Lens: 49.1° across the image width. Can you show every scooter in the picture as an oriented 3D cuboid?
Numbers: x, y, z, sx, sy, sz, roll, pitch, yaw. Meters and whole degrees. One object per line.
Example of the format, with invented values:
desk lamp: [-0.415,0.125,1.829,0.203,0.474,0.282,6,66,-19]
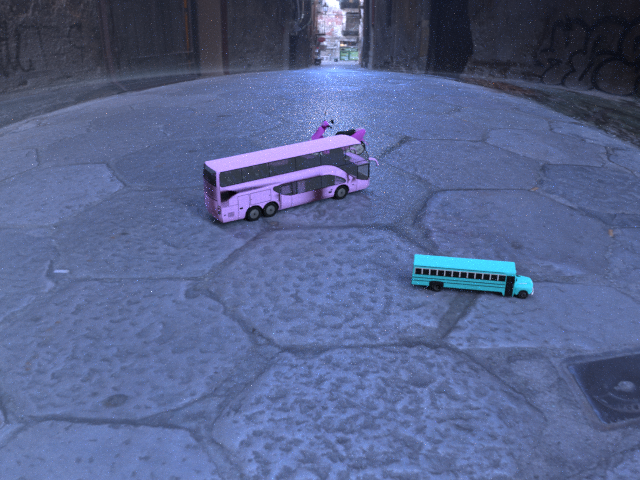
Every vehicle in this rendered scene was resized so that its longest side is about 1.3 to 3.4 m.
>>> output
scooter: [0.343,-2.180,14.741,1.399,0.919,0.662,-6,28,-12]

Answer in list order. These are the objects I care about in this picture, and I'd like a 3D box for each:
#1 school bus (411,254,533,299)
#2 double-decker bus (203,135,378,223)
school bus: [2.171,0.510,9.974,1.708,0.434,0.365,5,27,9]
double-decker bus: [-0.489,-1.142,12.548,3.251,1.052,0.756,-16,31,-28]
